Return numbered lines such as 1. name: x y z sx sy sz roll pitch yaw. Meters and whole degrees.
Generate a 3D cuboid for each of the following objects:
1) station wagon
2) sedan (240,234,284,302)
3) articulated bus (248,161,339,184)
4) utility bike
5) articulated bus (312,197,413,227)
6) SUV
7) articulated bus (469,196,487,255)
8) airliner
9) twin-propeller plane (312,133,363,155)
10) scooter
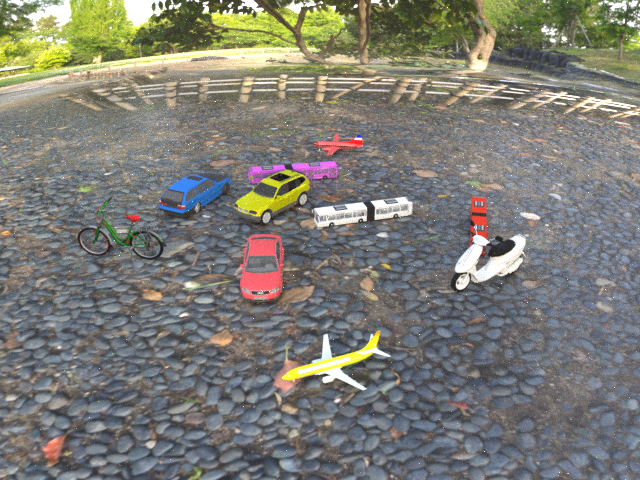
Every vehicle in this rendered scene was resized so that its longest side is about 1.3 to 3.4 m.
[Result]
1. station wagon: -2.242 -0.923 12.740 0.682 0.473 1.597 13 31 23
2. sedan: -0.845 0.346 10.340 0.635 0.483 1.613 -1 28 -1
3. articulated bus: -0.515 -1.319 13.683 1.749 0.289 0.311 -5 28 -10
4. utility bike: -3.070 -0.101 10.689 1.435 0.946 0.535 4 28 7
5. articulated bus: 0.745 -0.486 12.114 1.749 0.289 0.311 -8 29 -14
6. SUV: -0.827 -0.803 12.399 0.656 0.580 1.572 21 34 34
7. articulated bus: 2.645 -0.267 11.701 0.311 0.289 1.749 5 28 10
8. airliner: 0.157 1.405 8.403 1.307 0.429 1.161 -11 30 -20
9. twin-propeller plane: 0.377 -2.085 14.998 1.095 0.407 1.370 4 28 8
10. scooter: 2.477 0.204 10.143 1.399 0.919 0.662 -15 32 -27
